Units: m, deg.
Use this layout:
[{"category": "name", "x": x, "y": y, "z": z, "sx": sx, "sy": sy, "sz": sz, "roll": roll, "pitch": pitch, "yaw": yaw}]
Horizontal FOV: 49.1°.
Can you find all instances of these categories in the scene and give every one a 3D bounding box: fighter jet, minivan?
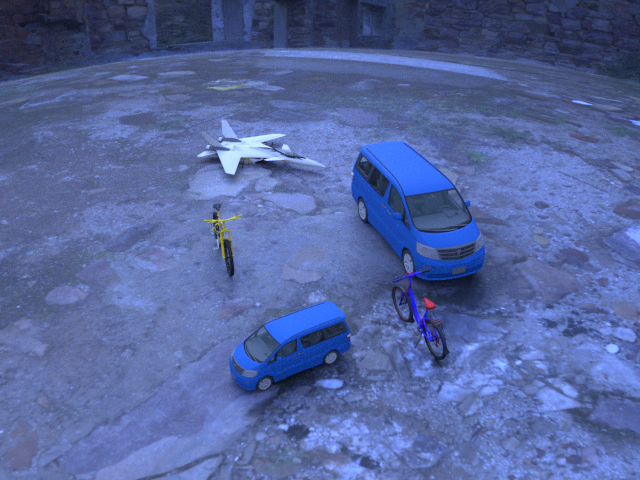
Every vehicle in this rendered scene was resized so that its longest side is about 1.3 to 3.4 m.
[{"category": "fighter jet", "x": -1.089, "y": -1.863, "z": 14.217, "sx": 2.640, "sy": 0.557, "sz": 2.229, "roll": 13, "pitch": 33, "yaw": 21}, {"category": "minivan", "x": 1.529, "y": -0.538, "z": 11.310, "sx": 1.324, "sy": 1.197, "sz": 3.011, "roll": -10, "pitch": 32, "yaw": -17}, {"category": "minivan", "x": -0.378, "y": 1.303, "z": 8.733, "sx": 1.548, "sy": 0.616, "sz": 0.681, "roll": -17, "pitch": 34, "yaw": -26}]

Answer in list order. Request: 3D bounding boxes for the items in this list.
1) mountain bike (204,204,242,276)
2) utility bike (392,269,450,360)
[{"category": "mountain bike", "x": -1.520, "y": -0.087, "z": 10.863, "sx": 0.573, "sy": 0.868, "sz": 1.469, "roll": -9, "pitch": 31, "yaw": -15}, {"category": "utility bike", "x": 1.247, "y": 0.914, "z": 9.071, "sx": 0.535, "sy": 0.946, "sz": 1.435, "roll": -12, "pitch": 32, "yaw": -20}]
